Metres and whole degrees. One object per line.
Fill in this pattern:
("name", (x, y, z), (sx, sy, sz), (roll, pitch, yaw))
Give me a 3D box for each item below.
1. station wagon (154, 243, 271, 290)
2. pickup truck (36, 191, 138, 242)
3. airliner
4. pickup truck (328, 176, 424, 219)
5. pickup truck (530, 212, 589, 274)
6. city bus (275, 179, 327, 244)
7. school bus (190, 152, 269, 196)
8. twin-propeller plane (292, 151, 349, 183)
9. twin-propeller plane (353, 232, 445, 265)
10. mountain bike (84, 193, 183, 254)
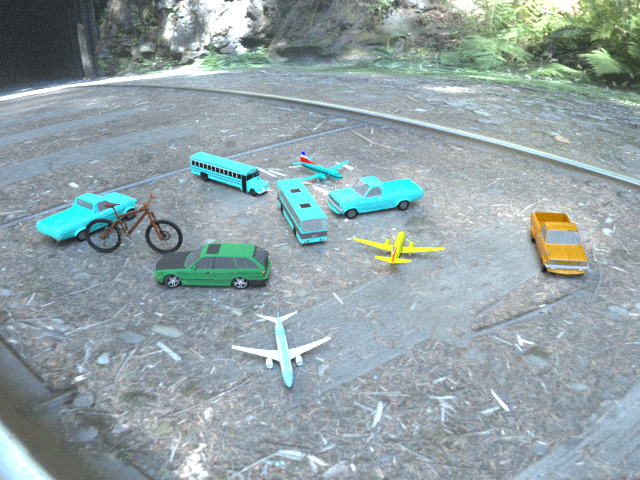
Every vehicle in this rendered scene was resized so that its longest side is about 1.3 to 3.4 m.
("station wagon", (-1.496, 0.326, 9.718), (1.597, 0.473, 0.682), (1, 27, 2))
("pickup truck", (-3.686, -0.426, 11.171), (0.640, 0.511, 1.603), (18, 32, 31))
("airliner", (-0.428, 1.184, 8.063), (1.161, 0.429, 1.307), (-4, 27, -8))
("pickup truck", (0.943, -0.785, 11.884), (1.603, 0.511, 0.640), (-10, 28, -19))
("pickup truck", (3.525, -0.025, 10.374), (0.640, 0.511, 1.603), (3, 27, 6))
("city bus", (-0.317, -0.470, 11.315), (0.476, 0.460, 1.674), (-7, 28, -14))
("school bus", (-1.657, -1.217, 12.828), (1.708, 0.434, 0.365), (19, 32, 32))
("twin-propeller plane", (0.014, -1.366, 13.154), (1.095, 0.407, 1.370), (23, 34, 37))
("twin-propeller plane", (1.145, 0.070, 10.302), (1.370, 0.407, 1.095), (6, 27, 12))
("mountain bike", (-2.763, -0.192, 10.309), (1.469, 0.868, 0.573), (1, 27, 3))
